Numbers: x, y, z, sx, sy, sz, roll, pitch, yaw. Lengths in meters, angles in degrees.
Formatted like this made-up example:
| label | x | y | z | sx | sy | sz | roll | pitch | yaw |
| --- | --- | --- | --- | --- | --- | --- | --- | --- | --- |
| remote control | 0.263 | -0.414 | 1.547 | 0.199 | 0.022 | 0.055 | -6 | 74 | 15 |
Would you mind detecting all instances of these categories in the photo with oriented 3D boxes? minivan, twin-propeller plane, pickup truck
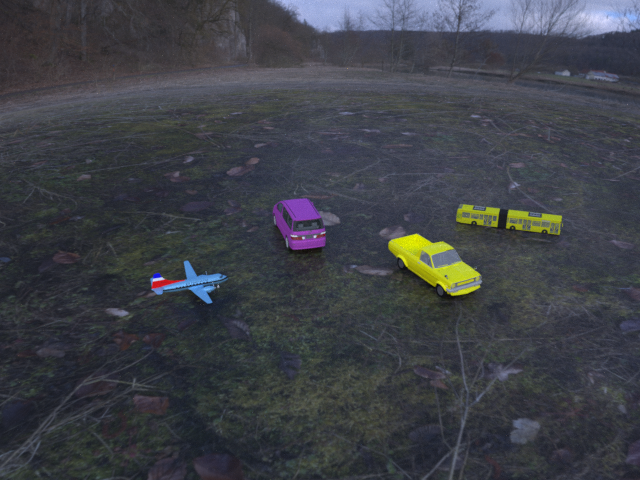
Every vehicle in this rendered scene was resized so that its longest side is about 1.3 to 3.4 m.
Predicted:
| label | x | y | z | sx | sy | sz | roll | pitch | yaw |
| --- | --- | --- | --- | --- | --- | --- | --- | --- | --- |
| minivan | -0.368 | -0.351 | 11.589 | 0.681 | 0.616 | 1.548 | -7 | 26 | -14 |
| twin-propeller plane | -1.823 | 0.567 | 9.854 | 1.095 | 0.407 | 1.370 | -10 | 27 | -21 |
| pickup truck | 1.665 | 0.300 | 10.308 | 0.640 | 0.511 | 1.603 | -13 | 28 | -26 |

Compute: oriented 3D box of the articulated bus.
| label | x | y | z | sx | sy | sz | roll | pitch | yaw |
| --- | --- | --- | --- | --- | --- | --- | --- | --- | --- |
| articulated bus | 3.235 | -0.355 | 11.988 | 1.749 | 0.289 | 0.311 | 8 | 26 | 17 |
